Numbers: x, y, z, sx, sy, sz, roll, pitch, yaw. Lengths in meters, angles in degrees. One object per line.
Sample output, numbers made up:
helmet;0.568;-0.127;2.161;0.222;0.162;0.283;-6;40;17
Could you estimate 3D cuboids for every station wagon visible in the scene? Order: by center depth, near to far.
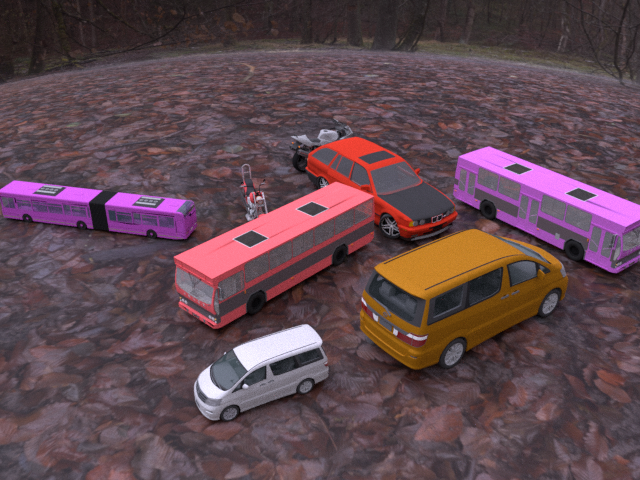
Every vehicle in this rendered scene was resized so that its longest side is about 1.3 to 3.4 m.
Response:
station wagon;1.013;-1.003;12.158;1.327;0.920;3.105;-18;34;-29

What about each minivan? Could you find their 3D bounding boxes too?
minivan;-0.680;1.499;8.030;1.548;0.616;0.681;-15;33;-24
minivan;1.969;0.575;9.076;3.011;1.197;1.324;-20;35;-31

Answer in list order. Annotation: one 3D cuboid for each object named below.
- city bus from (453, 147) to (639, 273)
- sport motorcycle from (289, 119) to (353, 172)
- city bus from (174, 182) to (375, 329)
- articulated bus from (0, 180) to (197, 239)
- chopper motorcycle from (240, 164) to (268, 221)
city bus;3.650;-0.544;11.370;0.926;0.894;3.255;-20;35;-31
sport motorcycle;0.085;-1.845;13.753;1.520;0.821;0.506;-18;34;-29
city bus;-0.538;0.155;10.129;0.926;0.894;3.255;24;38;36
articulated bus;-3.729;-0.508;11.645;3.401;0.561;0.605;7;30;12
chopper motorcycle;-1.074;-0.650;11.693;0.466;0.761;1.563;-9;31;-15
